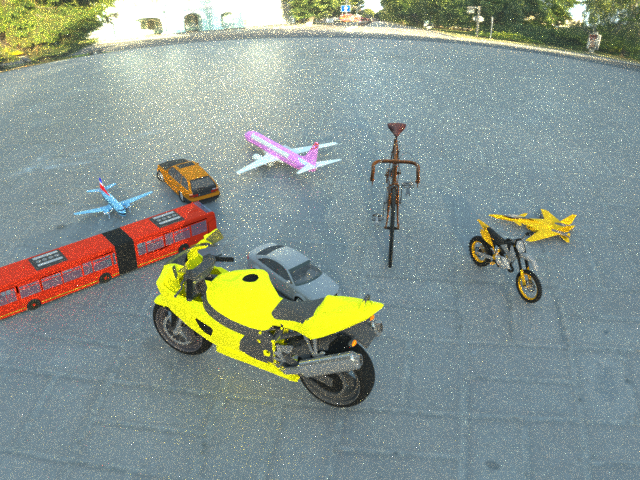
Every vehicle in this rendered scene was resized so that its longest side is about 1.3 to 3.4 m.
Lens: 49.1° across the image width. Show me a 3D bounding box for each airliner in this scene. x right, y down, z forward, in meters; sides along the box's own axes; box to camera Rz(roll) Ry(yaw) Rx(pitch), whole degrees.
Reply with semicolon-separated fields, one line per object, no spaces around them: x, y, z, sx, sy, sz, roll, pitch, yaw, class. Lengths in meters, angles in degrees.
-0.754;-1.824;13.206;2.257;0.835;2.541;-21;37;-31;airliner

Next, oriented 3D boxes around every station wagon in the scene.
-2.369;-1.132;12.412;0.682;0.473;1.597;-19;36;-28;station wagon

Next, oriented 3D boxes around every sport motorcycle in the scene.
-0.700;0.933;7.909;2.955;1.596;0.983;14;34;21;sport motorcycle

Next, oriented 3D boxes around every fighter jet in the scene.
3.387;-0.332;11.268;1.358;0.286;1.147;15;34;23;fighter jet

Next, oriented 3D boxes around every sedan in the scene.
-0.372;0.461;9.766;0.635;0.483;1.613;-25;39;-35;sedan

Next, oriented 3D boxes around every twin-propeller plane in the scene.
-3.495;-0.693;11.749;1.370;0.407;1.095;-20;37;-30;twin-propeller plane

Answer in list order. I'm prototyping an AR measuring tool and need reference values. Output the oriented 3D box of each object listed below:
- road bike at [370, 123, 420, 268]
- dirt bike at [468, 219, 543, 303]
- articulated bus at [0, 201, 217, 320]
1.140;-0.860;10.819;0.697;1.656;3.004;3;31;5;road bike
2.596;0.232;9.784;0.527;0.857;1.493;-15;34;-24;dirt bike
-3.068;0.226;10.080;3.401;0.561;0.605;-23;38;-32;articulated bus
